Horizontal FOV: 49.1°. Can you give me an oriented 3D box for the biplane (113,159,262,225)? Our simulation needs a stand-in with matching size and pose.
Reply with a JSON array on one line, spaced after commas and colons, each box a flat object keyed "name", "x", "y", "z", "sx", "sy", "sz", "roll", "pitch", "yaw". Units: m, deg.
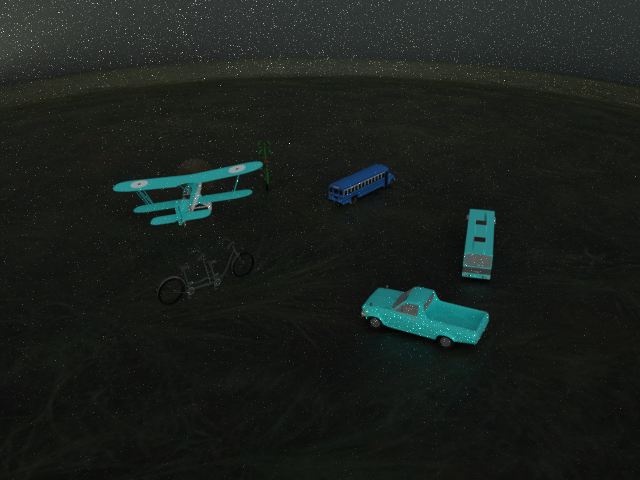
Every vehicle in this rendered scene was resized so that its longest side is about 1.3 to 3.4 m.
[{"name": "biplane", "x": -2.283, "y": -0.712, "z": 11.955, "sx": 2.598, "sy": 0.981, "sz": 2.120, "roll": -1, "pitch": 26, "yaw": -1}]

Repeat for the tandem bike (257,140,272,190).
[{"name": "tandem bike", "x": -1.092, "y": -1.542, "z": 13.998, "sx": 0.283, "sy": 0.682, "sz": 1.642, "roll": -3, "pitch": 26, "yaw": -6}]

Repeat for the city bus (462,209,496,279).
[{"name": "city bus", "x": 2.492, "y": 0.061, "z": 10.962, "sx": 0.476, "sy": 0.460, "sz": 1.674, "roll": 6, "pitch": 27, "yaw": 12}]

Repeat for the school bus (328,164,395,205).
[{"name": "school bus", "x": 0.832, "y": -1.076, "z": 13.325, "sx": 0.365, "sy": 0.434, "sz": 1.708, "roll": 20, "pitch": 33, "yaw": 35}]

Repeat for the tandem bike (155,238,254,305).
[{"name": "tandem bike", "x": -1.615, "y": 0.419, "z": 9.974, "sx": 1.642, "sy": 0.682, "sz": 0.283, "roll": -20, "pitch": 33, "yaw": -36}]

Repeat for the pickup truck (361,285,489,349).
[{"name": "pickup truck", "x": 1.355, "y": 0.944, "z": 9.094, "sx": 1.603, "sy": 0.511, "sz": 0.640, "roll": 13, "pitch": 29, "yaw": 24}]
